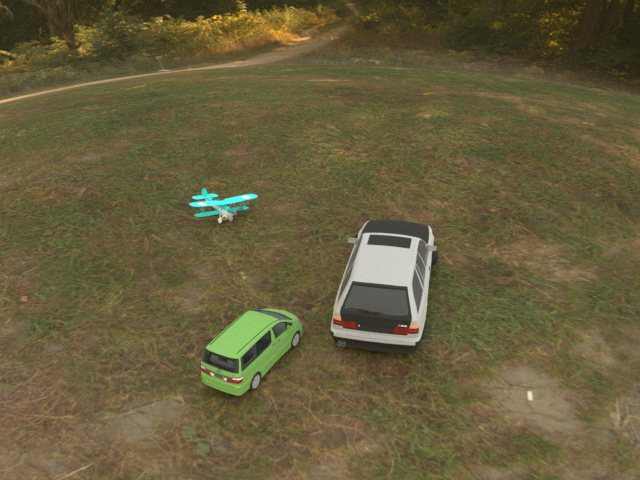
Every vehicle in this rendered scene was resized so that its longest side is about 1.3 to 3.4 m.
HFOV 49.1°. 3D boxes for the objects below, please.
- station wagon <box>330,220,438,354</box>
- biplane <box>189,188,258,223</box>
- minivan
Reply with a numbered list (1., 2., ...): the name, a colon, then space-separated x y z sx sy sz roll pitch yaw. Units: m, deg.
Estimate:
1. station wagon: 0.967 0.380 9.843 1.327 0.920 3.105 5 28 10
2. biplane: -1.744 -0.614 12.173 1.336 0.504 1.090 -22 35 -35
3. minivan: -0.794 1.238 8.544 0.681 0.616 1.548 14 31 25
